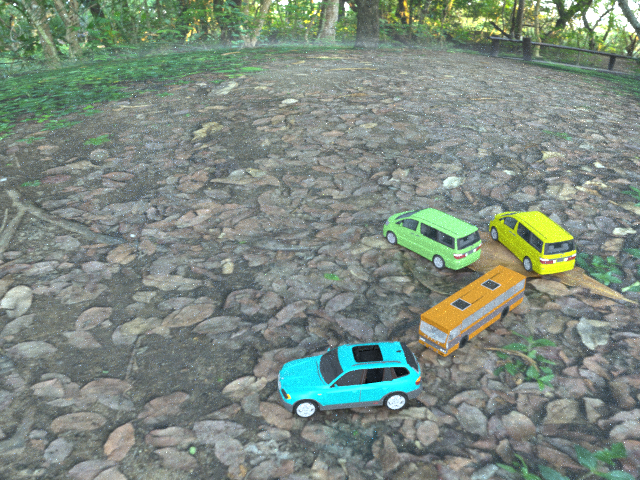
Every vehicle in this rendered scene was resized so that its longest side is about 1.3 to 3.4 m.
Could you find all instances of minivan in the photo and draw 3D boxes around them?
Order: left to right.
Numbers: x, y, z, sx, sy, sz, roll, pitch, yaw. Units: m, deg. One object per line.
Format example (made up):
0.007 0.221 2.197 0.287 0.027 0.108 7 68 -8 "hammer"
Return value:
1.626 -0.107 10.346 0.681 0.616 1.548 -23 36 -35 "minivan"
3.091 -0.073 10.285 0.681 0.616 1.548 -9 30 -15 "minivan"

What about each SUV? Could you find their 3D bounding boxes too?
0.321 1.461 7.590 1.572 0.580 0.656 -3 30 -6 "SUV"

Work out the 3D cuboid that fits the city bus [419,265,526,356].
1.925 0.874 8.758 1.674 0.460 0.476 -25 38 -37 "city bus"
